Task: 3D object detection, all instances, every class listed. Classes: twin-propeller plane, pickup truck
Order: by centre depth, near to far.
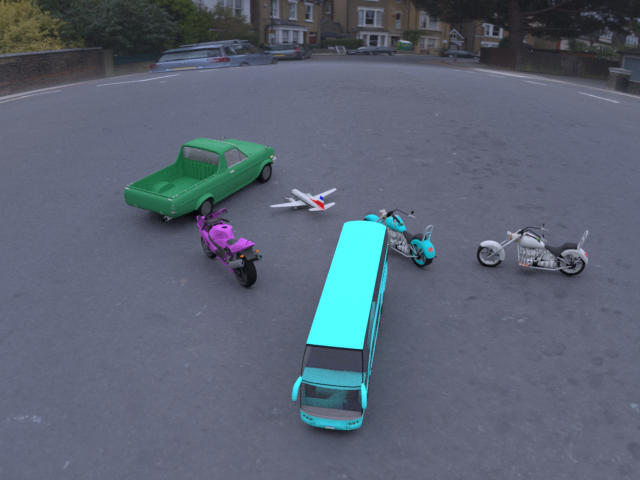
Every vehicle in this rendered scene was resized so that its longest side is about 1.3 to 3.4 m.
[{"bbox_3d":[-0.228,-0.741,12.291,1.370,0.407,1.095,-17,32,-30],"label":"twin-propeller plane"},{"bbox_3d":[-2.064,-1.232,12.598,1.244,0.993,3.117,15,31,26],"label":"pickup truck"}]

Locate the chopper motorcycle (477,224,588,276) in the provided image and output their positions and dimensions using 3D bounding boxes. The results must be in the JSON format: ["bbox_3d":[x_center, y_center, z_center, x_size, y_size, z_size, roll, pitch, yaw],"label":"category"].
[{"bbox_3d":[3.117,0.119,10.261,1.563,0.761,0.466,7,28,14],"label":"chopper motorcycle"}]

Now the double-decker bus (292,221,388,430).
[{"bbox_3d":[0.360,0.912,8.427,0.756,1.052,3.251,5,28,9],"label":"double-decker bus"}]

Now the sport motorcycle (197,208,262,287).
[{"bbox_3d":[-1.363,0.097,10.239,0.506,0.821,1.520,-19,33,-32],"label":"sport motorcycle"}]

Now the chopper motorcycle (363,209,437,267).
[{"bbox_3d":[1.190,-0.141,10.759,0.466,0.761,1.563,-18,33,-31],"label":"chopper motorcycle"}]
